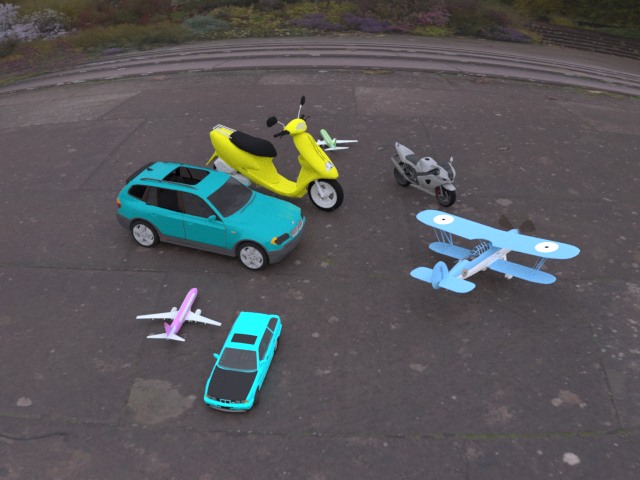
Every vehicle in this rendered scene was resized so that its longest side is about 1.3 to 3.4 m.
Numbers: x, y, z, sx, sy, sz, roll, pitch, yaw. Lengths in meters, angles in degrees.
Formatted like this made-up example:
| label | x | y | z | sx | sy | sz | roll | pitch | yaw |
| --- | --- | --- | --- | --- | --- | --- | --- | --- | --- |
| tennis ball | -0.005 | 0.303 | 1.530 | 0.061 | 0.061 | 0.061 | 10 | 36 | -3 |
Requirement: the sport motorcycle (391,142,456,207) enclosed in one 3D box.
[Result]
| label | x | y | z | sx | sy | sz | roll | pitch | yaw |
| --- | --- | --- | --- | --- | --- | --- | --- | --- | --- |
| sport motorcycle | 1.868 | -1.178 | 12.526 | 0.506 | 0.821 | 1.520 | -22 | 37 | -32 |

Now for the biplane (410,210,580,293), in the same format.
| label | x | y | z | sx | sy | sz | roll | pitch | yaw |
| --- | --- | --- | --- | --- | --- | --- | --- | --- | --- |
| biplane | 2.232 | 0.240 | 10.004 | 2.120 | 0.981 | 2.598 | -26 | 40 | -36 |

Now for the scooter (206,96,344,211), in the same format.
| label | x | y | z | sx | sy | sz | roll | pitch | yaw |
| --- | --- | --- | --- | --- | --- | --- | --- | --- | --- |
| scooter | -0.824 | -1.514 | 12.148 | 2.721 | 1.786 | 1.288 | 14 | 34 | 22 |

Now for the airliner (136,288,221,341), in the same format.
| label | x | y | z | sx | sy | sz | roll | pitch | yaw |
| --- | --- | --- | --- | --- | --- | --- | --- | --- | --- |
| airliner | -1.864 | 0.922 | 9.403 | 1.161 | 0.429 | 1.307 | 4 | 31 | 7 |

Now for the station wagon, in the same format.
| label | x | y | z | sx | sy | sz | roll | pitch | yaw |
| --- | --- | --- | --- | --- | --- | --- | --- | --- | --- |
| station wagon | -0.924 | 1.410 | 8.546 | 0.682 | 0.473 | 1.597 | 6 | 31 | 9 |

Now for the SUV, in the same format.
| label | x | y | z | sx | sy | sz | roll | pitch | yaw |
| --- | --- | --- | --- | --- | --- | --- | --- | --- | --- |
| SUV | -1.738 | -0.479 | 11.061 | 3.058 | 1.128 | 1.276 | 11 | 33 | 18 |

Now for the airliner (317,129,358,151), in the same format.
| label | x | y | z | sx | sy | sz | roll | pitch | yaw |
| --- | --- | --- | --- | --- | --- | --- | --- | --- | --- |
| airliner | 0.182 | -2.144 | 14.519 | 1.161 | 0.429 | 1.307 | -7 | 32 | -12 |
